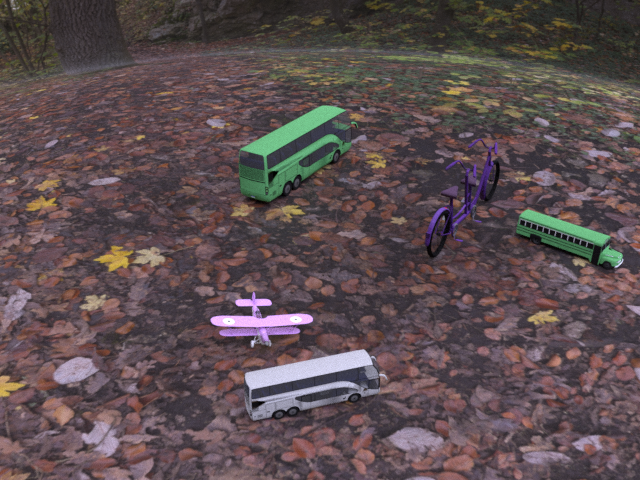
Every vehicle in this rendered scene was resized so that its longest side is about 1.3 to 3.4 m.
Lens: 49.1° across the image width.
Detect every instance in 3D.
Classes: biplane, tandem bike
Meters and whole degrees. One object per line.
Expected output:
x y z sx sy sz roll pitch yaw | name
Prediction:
-0.786 1.084 9.322 1.336 0.504 1.090 -8 31 -13 | biplane
2.479 -0.811 11.799 0.550 1.326 3.192 17 34 28 | tandem bike

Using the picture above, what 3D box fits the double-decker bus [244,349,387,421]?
-0.055 1.691 8.228 1.672 0.541 0.389 -9 31 -15 | double-decker bus

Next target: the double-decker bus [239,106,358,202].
-0.377 -1.777 13.756 0.756 1.052 3.251 17 34 27 | double-decker bus

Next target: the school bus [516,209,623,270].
4.037 -0.020 11.315 1.708 0.434 0.365 24 37 35 | school bus
